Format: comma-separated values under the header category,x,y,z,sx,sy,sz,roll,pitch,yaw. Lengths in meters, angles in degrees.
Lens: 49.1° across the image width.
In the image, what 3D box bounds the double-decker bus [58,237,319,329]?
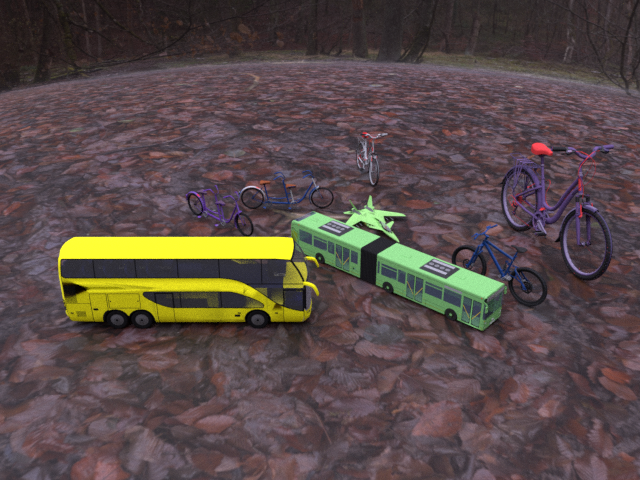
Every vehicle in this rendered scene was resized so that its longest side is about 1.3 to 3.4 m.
category,x,y,z,sx,sy,sz,roll,pitch,yaw
double-decker bus,-1.637,0.524,9.010,3.251,1.052,0.756,0,28,0

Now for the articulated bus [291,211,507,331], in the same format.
category,x,y,z,sx,sy,sz,roll,pitch,yaw
articulated bus,0.975,0.357,9.860,3.401,0.561,0.605,22,35,36

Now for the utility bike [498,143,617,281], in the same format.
category,x,y,z,sx,sy,sz,roll,pitch,yaw
utility bike,3.577,-0.690,10.488,1.039,1.839,2.791,-9,29,-16

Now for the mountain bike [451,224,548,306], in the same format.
category,x,y,z,sx,sy,sz,roll,pitch,yaw
mountain bike,2.441,0.343,9.556,1.469,0.868,0.573,23,36,37

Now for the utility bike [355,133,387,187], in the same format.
category,x,y,z,sx,sy,sz,roll,pitch,yaw
utility bike,0.950,-1.646,13.288,0.535,0.946,1.435,-6,28,-12

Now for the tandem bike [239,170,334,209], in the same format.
category,x,y,z,sx,sy,sz,roll,pitch,yaw
tandem bike,-0.582,-0.852,12.051,1.642,0.682,0.283,0,28,0

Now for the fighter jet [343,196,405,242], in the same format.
category,x,y,z,sx,sy,sz,roll,pitch,yaw
fighter jet,0.951,-0.327,11.471,1.147,0.286,1.358,-12,30,-22

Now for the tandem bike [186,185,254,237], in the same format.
category,x,y,z,sx,sy,sz,roll,pitch,yaw
tandem bike,-1.670,-0.553,11.478,1.642,0.682,0.283,22,35,36
